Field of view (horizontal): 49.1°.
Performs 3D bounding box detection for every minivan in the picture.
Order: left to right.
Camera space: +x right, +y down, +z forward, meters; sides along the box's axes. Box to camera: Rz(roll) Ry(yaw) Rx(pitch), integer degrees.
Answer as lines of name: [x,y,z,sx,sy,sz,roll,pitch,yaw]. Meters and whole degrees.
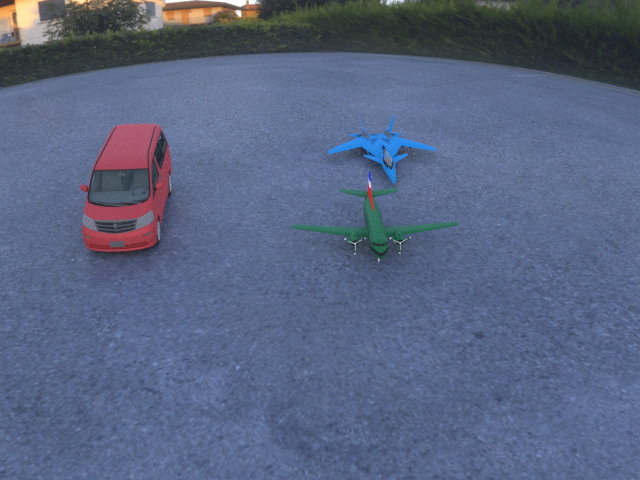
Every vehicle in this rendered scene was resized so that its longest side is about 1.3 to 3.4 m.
minivan: [-3.227,-0.943,11.868,1.324,1.197,3.011,-2,30,-4]

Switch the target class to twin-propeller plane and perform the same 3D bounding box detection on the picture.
twin-propeller plane: [0.876,-0.382,11.285,2.663,0.792,2.129,-1,29,-2]

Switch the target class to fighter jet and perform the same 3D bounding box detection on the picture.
fighter jet: [1.296,-1.846,14.119,2.229,0.557,2.640,-2,29,-4]
